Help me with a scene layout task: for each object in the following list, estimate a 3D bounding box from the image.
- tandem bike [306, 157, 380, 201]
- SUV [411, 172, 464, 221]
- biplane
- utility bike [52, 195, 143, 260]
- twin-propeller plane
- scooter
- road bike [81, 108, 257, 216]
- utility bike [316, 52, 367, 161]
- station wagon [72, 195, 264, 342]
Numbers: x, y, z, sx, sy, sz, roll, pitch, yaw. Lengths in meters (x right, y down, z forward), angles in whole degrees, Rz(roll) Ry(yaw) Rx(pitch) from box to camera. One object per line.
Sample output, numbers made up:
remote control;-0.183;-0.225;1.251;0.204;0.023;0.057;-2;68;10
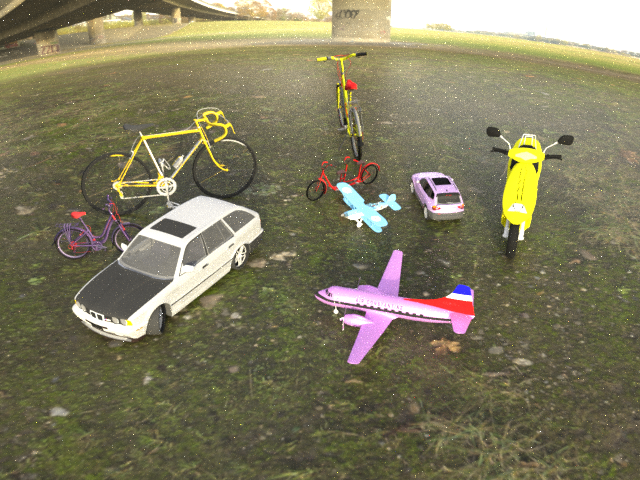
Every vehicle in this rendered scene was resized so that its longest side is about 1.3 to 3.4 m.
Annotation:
tandem bike;0.435;-1.169;12.603;1.642;0.682;0.283;-19;35;-29
SUV;2.033;-0.851;12.158;0.656;0.580;1.572;-4;30;-6
biplane;0.821;-0.514;11.656;1.090;0.504;1.336;-17;34;-26
utility bike;-3.365;-0.177;10.641;1.435;0.946;0.535;-5;31;-8
twin-propeller plane;0.946;0.775;9.160;2.129;0.792;2.663;9;31;15
scooter;3.258;-1.020;11.250;1.288;1.786;2.721;9;31;15
road bike;-2.526;-1.307;11.872;3.004;1.656;0.697;-11;32;-18
utility bike;0.487;-2.795;14.242;1.039;1.839;2.791;-4;30;-7
station wagon;-2.082;0.246;9.940;1.327;0.920;3.105;16;34;25
